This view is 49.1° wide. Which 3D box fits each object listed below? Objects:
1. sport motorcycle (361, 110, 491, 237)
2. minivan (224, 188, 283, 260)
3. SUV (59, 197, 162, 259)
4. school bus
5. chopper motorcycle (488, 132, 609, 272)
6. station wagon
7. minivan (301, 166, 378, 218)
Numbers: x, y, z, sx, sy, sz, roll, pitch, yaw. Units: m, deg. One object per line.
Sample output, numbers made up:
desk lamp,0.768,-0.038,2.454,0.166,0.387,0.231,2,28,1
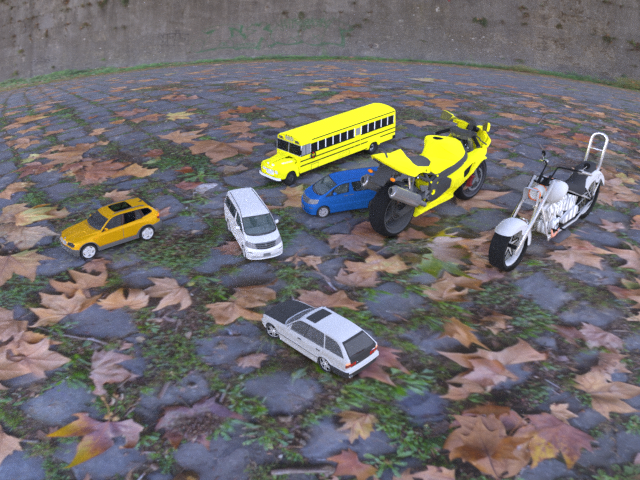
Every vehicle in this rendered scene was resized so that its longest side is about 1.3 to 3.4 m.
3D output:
sport motorcycle,1.864,-1.106,11.556,2.955,1.596,0.983,-24,36,-37
minivan,-1.066,-0.265,11.025,0.681,0.616,1.548,-10,30,-18
SUV,-3.282,-0.227,10.992,1.572,0.580,0.656,-21,34,-33
school bus,0.200,-1.951,13.928,0.709,0.844,3.322,25,37,38
chopper motorcycle,3.577,-0.632,10.795,0.906,1.480,3.040,25,37,38
station wagon,-0.037,1.108,8.615,0.682,0.473,1.597,-25,37,-39
minivan,0.442,-0.849,12.115,1.548,0.616,0.681,-9,29,-16
